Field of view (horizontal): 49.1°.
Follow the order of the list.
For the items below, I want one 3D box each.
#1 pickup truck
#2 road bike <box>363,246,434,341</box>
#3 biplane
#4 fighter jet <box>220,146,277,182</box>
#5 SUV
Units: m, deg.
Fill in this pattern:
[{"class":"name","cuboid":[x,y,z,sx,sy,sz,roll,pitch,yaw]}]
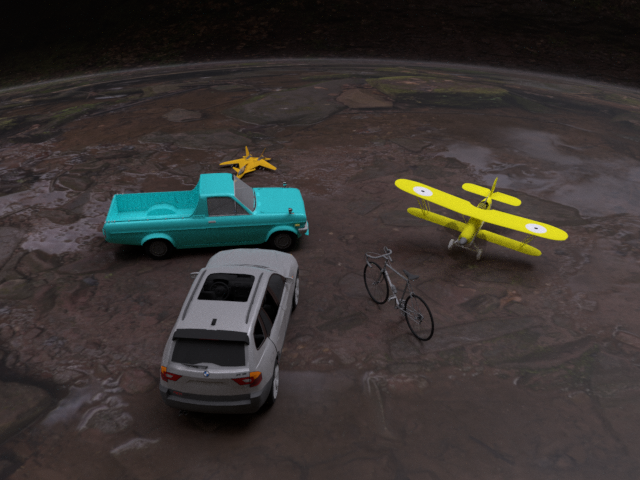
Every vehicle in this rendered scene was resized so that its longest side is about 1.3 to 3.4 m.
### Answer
[{"class":"pickup truck","cuboid":[-1.737,-0.445,10.879,3.117,0.993,1.244,-3,28,-6]},{"class":"road bike","cuboid":[0.985,0.656,8.948,0.358,0.852,1.545,-15,31,-26]},{"class":"biplane","cuboid":[2.473,-0.354,10.720,2.598,0.981,2.120,12,30,22]},{"class":"fighter jet","cuboid":[-1.433,-1.446,13.528,1.147,0.286,1.358,6,29,12]},{"class":"SUV","cuboid":[-0.991,0.824,8.335,1.276,1.128,3.058,3,28,5]}]
